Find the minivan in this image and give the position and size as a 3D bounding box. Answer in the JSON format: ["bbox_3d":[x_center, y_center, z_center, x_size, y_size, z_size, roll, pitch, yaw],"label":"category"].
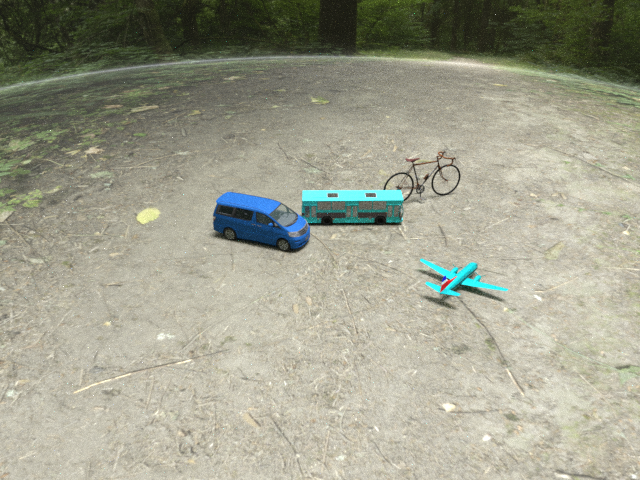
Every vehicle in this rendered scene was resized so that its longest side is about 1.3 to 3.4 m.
[{"bbox_3d":[-0.917,-0.313,11.058,1.548,0.616,0.681,11,30,20],"label":"minivan"}]

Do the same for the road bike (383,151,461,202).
[{"bbox_3d":[1.808,-1.096,12.265,1.545,0.852,0.358,-11,30,-20],"label":"road bike"}]

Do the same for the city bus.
[{"bbox_3d":[0.530,-0.536,11.637,1.674,0.460,0.476,0,28,-1],"label":"city bus"}]

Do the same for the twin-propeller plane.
[{"bbox_3d":[1.948,0.491,9.784,1.370,0.407,1.095,20,34,33],"label":"twin-propeller plane"}]
